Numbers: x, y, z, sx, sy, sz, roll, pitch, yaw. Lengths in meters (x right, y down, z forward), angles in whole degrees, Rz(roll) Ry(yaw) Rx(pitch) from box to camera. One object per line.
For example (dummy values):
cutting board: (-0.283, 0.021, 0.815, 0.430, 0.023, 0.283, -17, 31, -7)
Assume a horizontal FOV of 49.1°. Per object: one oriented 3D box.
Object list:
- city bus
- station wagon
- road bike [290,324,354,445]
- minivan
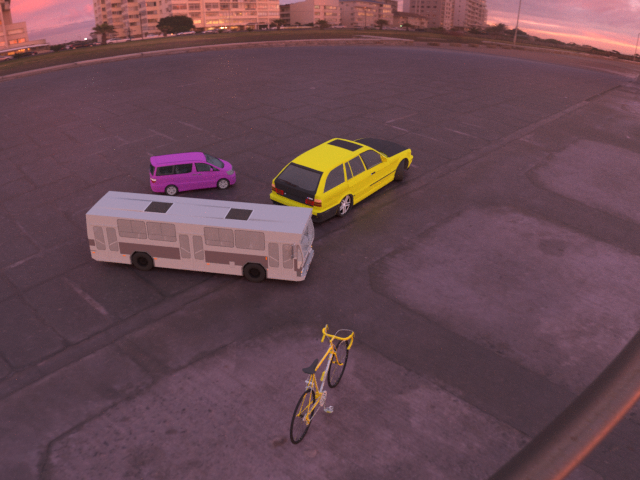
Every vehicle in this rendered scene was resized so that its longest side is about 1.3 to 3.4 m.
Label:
city bus: (-1.753, -0.039, 10.411, 3.255, 0.894, 0.926, 5, 30, 9)
station wagon: (0.486, -1.311, 12.590, 1.327, 0.920, 3.105, 21, 36, 32)
road bike: (0.017, 1.541, 7.717, 0.358, 0.852, 1.545, 13, 32, 21)
minivan: (-2.329, -1.257, 12.802, 1.548, 0.616, 0.681, -9, 31, -14)
